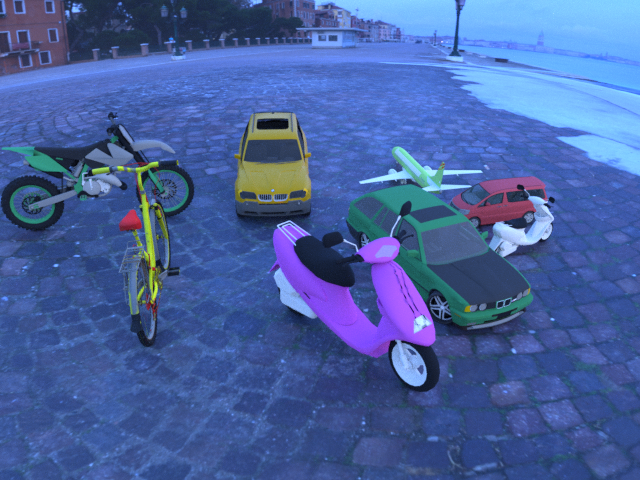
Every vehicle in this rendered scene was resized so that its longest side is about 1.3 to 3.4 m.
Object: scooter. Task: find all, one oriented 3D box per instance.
[{"bbox_3d":[2.953,-0.249,10.108,1.399,0.919,0.662,-19,33,-32],"label":"scooter"},{"bbox_3d":[0.311,0.443,7.840,1.288,1.786,2.721,-22,35,-36],"label":"scooter"}]

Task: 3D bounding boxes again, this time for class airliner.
[{"bbox_3d":[1.715,-1.395,12.401,2.257,0.835,2.541,-6,28,-12],"label":"airliner"}]

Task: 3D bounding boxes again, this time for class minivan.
[{"bbox_3d":[2.812,-0.610,11.132,1.548,0.616,0.681,-6,28,-11],"label":"minivan"}]

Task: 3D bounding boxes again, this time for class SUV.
[{"bbox_3d":[-0.803,-1.370,12.035,1.276,1.128,3.058,-1,28,-3],"label":"SUV"}]

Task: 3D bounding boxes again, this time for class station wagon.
[{"bbox_3d":[1.529,0.073,9.488,1.327,0.920,3.105,-13,30,-23],"label":"station wagon"}]

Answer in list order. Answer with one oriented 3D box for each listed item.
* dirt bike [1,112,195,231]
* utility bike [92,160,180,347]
[{"bbox_3d":[-3.428,-1.011,10.764,2.903,1.666,1.024,-6,28,-12],"label":"dirt bike"},{"bbox_3d":[-2.214,0.018,8.601,1.039,1.839,2.791,-2,28,-5],"label":"utility bike"}]
